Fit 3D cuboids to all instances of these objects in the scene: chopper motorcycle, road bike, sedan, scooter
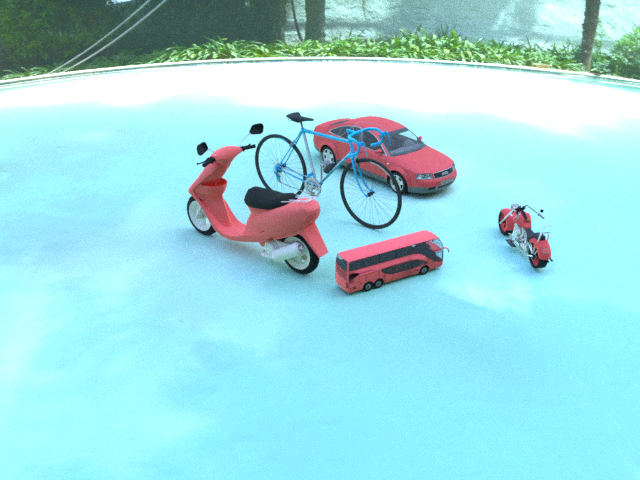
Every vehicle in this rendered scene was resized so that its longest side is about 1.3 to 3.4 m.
[{"bbox_3d":[2.992,-0.183,10.276,0.466,0.761,1.563,-4,27,-8],"label":"chopper motorcycle"},{"bbox_3d":[0.051,-1.194,11.272,3.004,1.656,0.697,20,33,33],"label":"road bike"},{"bbox_3d":[1.163,-1.714,13.079,1.235,0.940,3.137,-22,34,-36],"label":"sedan"},{"bbox_3d":[-1.000,-0.603,9.973,2.721,1.786,1.288,20,33,34],"label":"scooter"}]

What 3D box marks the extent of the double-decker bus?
[{"bbox_3d":[0.994,0.277,9.618,1.672,0.541,0.389,-14,30,-25],"label":"double-decker bus"}]
